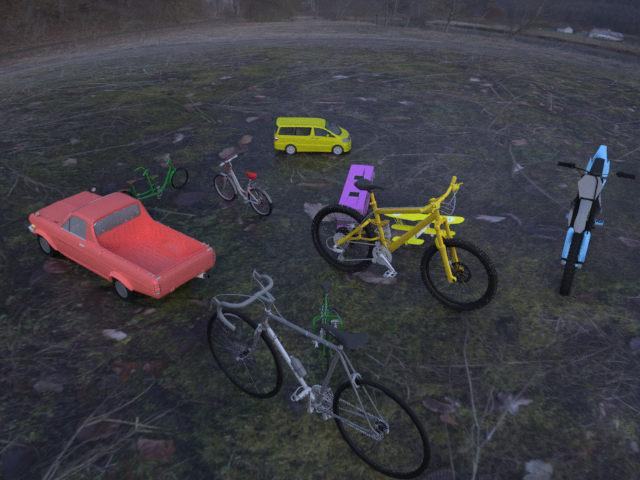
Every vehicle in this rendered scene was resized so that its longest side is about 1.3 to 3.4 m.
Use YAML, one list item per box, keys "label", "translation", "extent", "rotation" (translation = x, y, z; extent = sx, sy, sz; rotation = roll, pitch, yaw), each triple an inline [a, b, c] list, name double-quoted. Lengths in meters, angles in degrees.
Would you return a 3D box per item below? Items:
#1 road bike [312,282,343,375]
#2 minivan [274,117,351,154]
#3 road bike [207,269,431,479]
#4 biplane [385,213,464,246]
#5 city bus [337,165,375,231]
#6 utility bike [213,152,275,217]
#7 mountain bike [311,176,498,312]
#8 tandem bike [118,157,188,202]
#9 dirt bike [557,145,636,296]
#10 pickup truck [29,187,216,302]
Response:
- label: "road bike"
  translation: [0.077, 1.027, 8.671]
  extent: [0.358, 0.852, 1.545]
  rotation: [-1, 31, -1]
- label: "minivan"
  translation: [-0.142, -2.111, 14.088]
  extent: [1.548, 0.616, 0.681]
  rotation: [1, 31, 1]
- label: "road bike"
  translation: [-0.137, 1.378, 7.312]
  extent: [3.004, 1.656, 0.696]
  rotation: [22, 38, 32]
- label: "biplane"
  translation: [1.540, -0.183, 11.008]
  extent: [1.336, 0.504, 1.090]
  rotation: [17, 35, 25]
- label: "city bus"
  translation: [0.620, -0.722, 11.942]
  extent: [0.476, 0.460, 1.674]
  rotation: [5, 32, 9]
- label: "utility bike"
  translation: [-1.343, -0.914, 11.791]
  extent: [1.435, 0.946, 0.535]
  rotation: [23, 38, 33]
- label: "mountain bike"
  translation: [1.091, -0.025, 9.602]
  extent: [2.857, 1.688, 1.114]
  rotation: [18, 35, 27]
- label: "tandem bike"
  translation: [-2.950, -0.993, 12.176]
  extent: [0.283, 0.682, 1.642]
  rotation: [25, 39, 35]
- label: "dirt bike"
  translation: [3.937, -0.437, 10.305]
  extent: [1.024, 1.666, 2.903]
  rotation: [14, 34, 22]
- label: "pickup truck"
  translation: [-2.989, -0.053, 10.321]
  extent: [3.117, 0.993, 1.244]
  rotation: [22, 38, 32]
